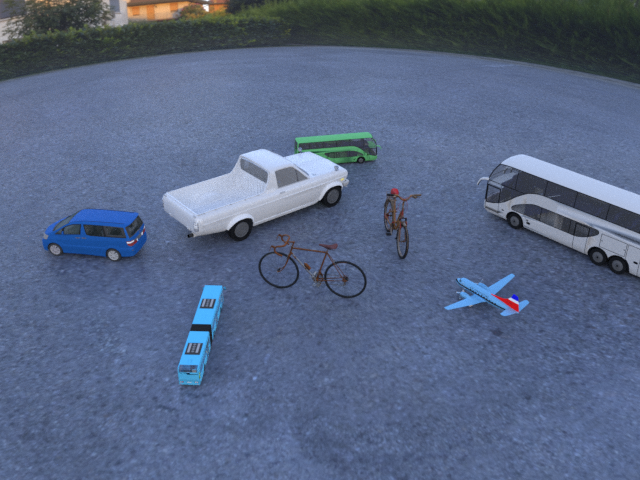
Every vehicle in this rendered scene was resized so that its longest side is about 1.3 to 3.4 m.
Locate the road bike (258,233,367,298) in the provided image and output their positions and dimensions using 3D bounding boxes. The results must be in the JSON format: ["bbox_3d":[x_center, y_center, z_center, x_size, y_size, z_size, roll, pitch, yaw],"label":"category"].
[{"bbox_3d":[-0.115,0.369,9.571,1.545,0.852,0.358,7,31,13],"label":"road bike"}]

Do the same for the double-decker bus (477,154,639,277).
[{"bbox_3d":[3.938,-0.426,10.752,0.756,1.052,3.251,-23,37,-34],"label":"double-decker bus"}]

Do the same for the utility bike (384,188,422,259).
[{"bbox_3d":[1.223,-0.379,10.778,0.535,0.946,1.435,-4,30,-8],"label":"utility bike"}]

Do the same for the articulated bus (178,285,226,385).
[{"bbox_3d":[-1.469,1.146,8.785,0.311,0.289,1.749,1,30,2],"label":"articulated bus"}]

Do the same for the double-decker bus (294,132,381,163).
[{"bbox_3d":[0.337,-1.759,13.582,1.672,0.541,0.389,-6,30,-11],"label":"double-decker bus"}]

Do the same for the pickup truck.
[{"bbox_3d":[-1.001,-0.878,11.597,3.117,0.993,1.244,-22,36,-33],"label":"pickup truck"}]

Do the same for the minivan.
[{"bbox_3d":[-3.462,-0.121,10.659,1.548,0.616,0.681,5,30,9],"label":"minivan"}]

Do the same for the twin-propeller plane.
[{"bbox_3d":[2.244,0.706,9.431,1.370,0.407,1.095,-21,36,-32],"label":"twin-propeller plane"}]
